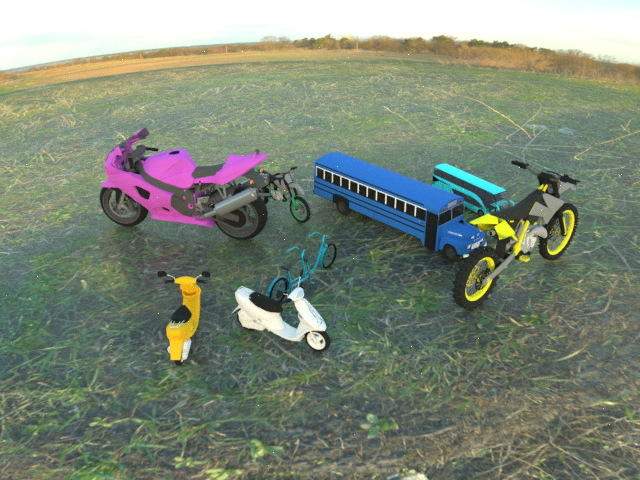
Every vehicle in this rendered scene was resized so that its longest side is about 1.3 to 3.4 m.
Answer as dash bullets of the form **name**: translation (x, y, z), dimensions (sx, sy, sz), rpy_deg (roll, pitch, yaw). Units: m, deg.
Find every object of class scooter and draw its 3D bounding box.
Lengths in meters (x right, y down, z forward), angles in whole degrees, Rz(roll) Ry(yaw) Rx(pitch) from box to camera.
- **scooter**: translation (-1.690, 0.870, 8.737), dimensions (0.662, 0.919, 1.399), rpy_deg (0, 28, 1)
- **scooter**: translation (-0.502, 0.864, 8.748), dimensions (1.399, 0.919, 0.662), rpy_deg (13, 31, 23)

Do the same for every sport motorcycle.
- **sport motorcycle**: translation (-2.221, -0.838, 11.225), dimensions (2.955, 1.596, 0.983), rpy_deg (6, 29, 12)

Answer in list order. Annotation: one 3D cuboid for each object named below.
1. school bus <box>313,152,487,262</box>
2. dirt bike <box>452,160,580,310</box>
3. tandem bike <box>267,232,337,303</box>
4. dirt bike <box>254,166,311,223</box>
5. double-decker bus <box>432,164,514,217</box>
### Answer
- **school bus**: translation (1.261, -0.612, 11.602), dimensions (0.709, 0.844, 3.322), rpy_deg (-24, 36, -38)
- **dirt bike**: translation (2.854, -0.141, 9.842), dimensions (2.903, 1.666, 1.024), rpy_deg (-23, 35, -36)
- **tandem bike**: translation (-0.230, 0.354, 9.958), dimensions (0.283, 0.682, 1.642), rpy_deg (19, 33, 31)
- **dirt bike**: translation (-0.700, -0.846, 12.028), dimensions (1.493, 0.857, 0.527), rpy_deg (25, 37, 38)
- **double-decker bus**: translation (2.656, -0.839, 12.351), dimensions (0.389, 0.541, 1.672), rpy_deg (-18, 33, -30)
